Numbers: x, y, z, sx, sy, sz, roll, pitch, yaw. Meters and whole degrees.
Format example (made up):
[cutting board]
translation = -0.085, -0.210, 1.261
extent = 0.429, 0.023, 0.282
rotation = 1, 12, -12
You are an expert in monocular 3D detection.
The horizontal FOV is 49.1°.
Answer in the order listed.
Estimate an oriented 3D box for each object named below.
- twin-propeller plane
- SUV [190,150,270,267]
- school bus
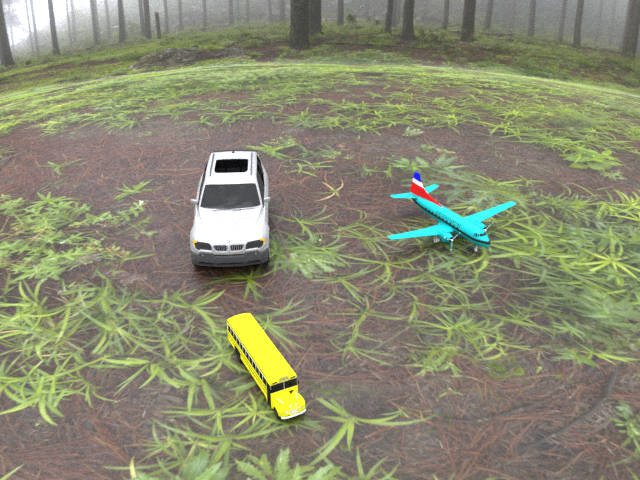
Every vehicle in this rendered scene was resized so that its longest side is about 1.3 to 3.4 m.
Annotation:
[twin-propeller plane]
translation = 2.153, -0.471, 11.788
extent = 2.663, 0.792, 2.129
rotation = -15, 32, -26
[SUV]
translation = -1.463, -0.609, 11.689
extent = 1.276, 1.128, 3.058
rotation = -2, 28, -4
[school bus]
translation = -0.669, 1.504, 8.482
extent = 0.365, 0.434, 1.708
rotation = -14, 31, -24
